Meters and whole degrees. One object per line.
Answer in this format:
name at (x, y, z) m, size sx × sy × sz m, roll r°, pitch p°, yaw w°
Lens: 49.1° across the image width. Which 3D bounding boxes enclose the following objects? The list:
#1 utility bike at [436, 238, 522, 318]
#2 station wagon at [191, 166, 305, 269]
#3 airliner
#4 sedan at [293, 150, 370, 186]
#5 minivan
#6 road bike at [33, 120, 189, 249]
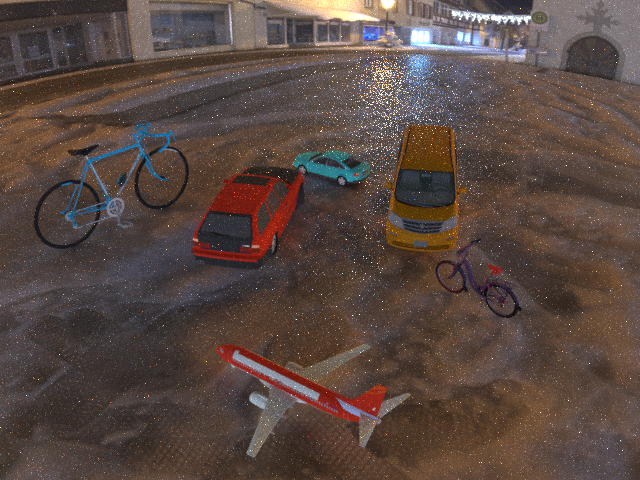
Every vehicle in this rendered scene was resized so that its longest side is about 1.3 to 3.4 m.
utility bike at (2.173, 0.538, 9.735) m, size 0.535 × 0.946 × 1.435 m, roll -26°, pitch 39°, yaw -37°
station wagon at (-1.109, -0.623, 11.770) m, size 1.327 × 0.920 × 3.105 m, roll 6°, pitch 31°, yaw 11°
airliner at (-0.289, 1.538, 8.115) m, size 2.541 × 0.835 × 2.257 m, roll 20°, pitch 36°, yaw 31°
sedan at (0.205, -1.490, 13.708) m, size 1.613 × 0.483 × 0.635 m, roll 18°, pitch 35°, yaw 29°
minivan at (1.815, -0.949, 12.058) m, size 1.324 × 1.197 × 3.011 m, roll 5°, pitch 30°, yaw 8°
road bike at (-3.391, -0.960, 11.619) m, size 0.696 × 1.656 × 3.004 m, roll 24°, pitch 38°, yaw 35°
